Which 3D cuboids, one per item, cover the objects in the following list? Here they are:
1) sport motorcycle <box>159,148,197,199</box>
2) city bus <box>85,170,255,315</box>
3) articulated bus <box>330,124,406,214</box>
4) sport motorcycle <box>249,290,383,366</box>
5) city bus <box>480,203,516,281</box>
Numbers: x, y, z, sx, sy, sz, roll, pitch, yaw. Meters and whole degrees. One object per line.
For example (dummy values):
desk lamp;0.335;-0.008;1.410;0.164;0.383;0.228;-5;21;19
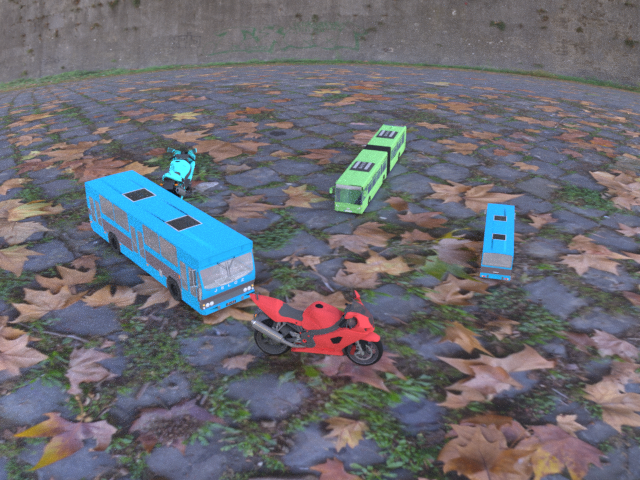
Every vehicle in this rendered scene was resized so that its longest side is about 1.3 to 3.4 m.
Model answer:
sport motorcycle;-2.376;-1.027;11.795;0.506;0.821;1.520;1;27;2
city bus;-2.174;-0.031;9.761;0.926;0.894;3.255;-21;34;-35
articulated bus;0.976;-1.375;12.764;0.605;0.561;3.401;9;28;16
sport motorcycle;-0.041;0.993;7.832;1.520;0.821;0.506;5;28;11
city bus;2.578;0.020;10.139;0.476;0.460;1.674;7;28;13
